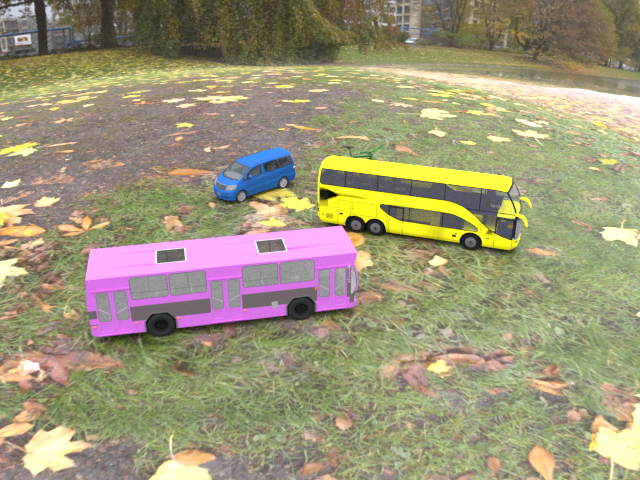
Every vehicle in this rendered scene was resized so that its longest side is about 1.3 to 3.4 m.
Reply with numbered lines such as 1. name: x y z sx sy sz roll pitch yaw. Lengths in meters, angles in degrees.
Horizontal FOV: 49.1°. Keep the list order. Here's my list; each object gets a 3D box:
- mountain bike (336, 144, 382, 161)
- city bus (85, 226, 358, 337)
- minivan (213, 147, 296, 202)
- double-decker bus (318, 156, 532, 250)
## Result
1. mountain bike: 0.699 -1.267 12.391 1.469 0.868 0.573 23 35 38
2. city bus: -1.193 0.529 8.781 3.255 0.894 0.926 -6 27 -11
3. minivan: -1.173 -1.174 12.487 1.548 0.616 0.681 -22 34 -37
4. double-decker bus: 1.561 -0.576 10.808 3.251 1.052 0.756 9 28 17
